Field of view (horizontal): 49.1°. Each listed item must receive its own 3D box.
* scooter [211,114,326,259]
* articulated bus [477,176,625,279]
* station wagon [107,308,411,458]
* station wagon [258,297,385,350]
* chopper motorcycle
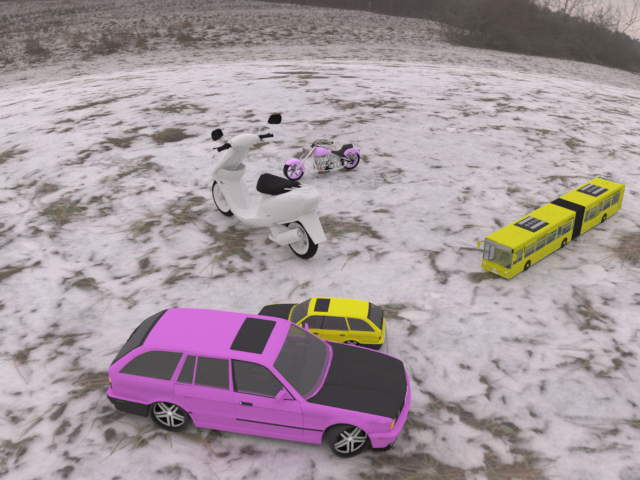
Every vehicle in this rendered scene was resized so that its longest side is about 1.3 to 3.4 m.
[{"bbox_3d":[-0.880,-0.858,10.612,1.288,1.786,2.721,-22,35,-36],"label":"scooter"},{"bbox_3d":[3.664,-0.262,10.793,3.401,0.561,0.605,-24,36,-37],"label":"articulated bus"},{"bbox_3d":[-0.603,1.364,7.290,3.105,0.920,1.327,6,28,10],"label":"station wagon"},{"bbox_3d":[-0.008,0.981,8.508,1.597,0.473,0.682,3,28,6],"label":"station wagon"},{"bbox_3d":[0.052,-1.571,13.086,1.563,0.761,0.466,-12,30,-21],"label":"chopper motorcycle"}]
